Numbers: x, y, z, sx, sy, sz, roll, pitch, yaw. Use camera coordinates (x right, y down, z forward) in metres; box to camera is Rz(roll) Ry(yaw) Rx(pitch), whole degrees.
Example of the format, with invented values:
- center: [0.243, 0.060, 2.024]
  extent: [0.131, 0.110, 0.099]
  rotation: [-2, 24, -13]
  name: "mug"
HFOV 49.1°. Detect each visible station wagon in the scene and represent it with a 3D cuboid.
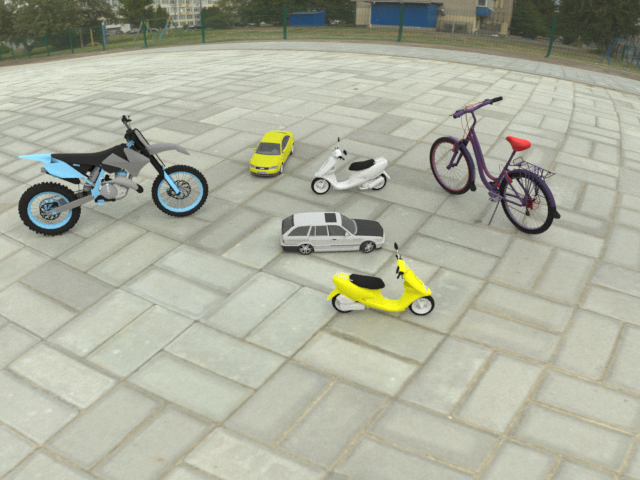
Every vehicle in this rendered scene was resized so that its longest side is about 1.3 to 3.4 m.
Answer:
- center: [0.193, -0.140, 10.648]
  extent: [1.597, 0.473, 0.682]
  rotation: [-2, 31, -3]
  name: "station wagon"

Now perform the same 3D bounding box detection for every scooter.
- center: [0.797, 0.576, 9.010]
  extent: [1.399, 0.919, 0.662]
  rotation: [2, 31, 3]
  name: "scooter"
- center: [0.534, -1.240, 12.060]
  extent: [1.399, 0.919, 0.662]
  rotation: [-5, 31, -8]
  name: "scooter"

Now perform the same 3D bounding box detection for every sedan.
- center: [-0.904, -1.703, 13.262]
  extent: [0.635, 0.483, 1.613]
  rotation: [5, 31, 9]
  name: "sedan"

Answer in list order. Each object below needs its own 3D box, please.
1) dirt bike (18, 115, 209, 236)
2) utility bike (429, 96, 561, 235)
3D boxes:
- center: [-3.208, -0.958, 10.855]
  extent: [2.903, 1.666, 1.024]
  rotation: [-9, 32, -15]
  name: "dirt bike"
- center: [2.658, -1.204, 11.099]
  extent: [1.039, 1.839, 2.791]
  rotation: [-20, 36, -30]
  name: "utility bike"
